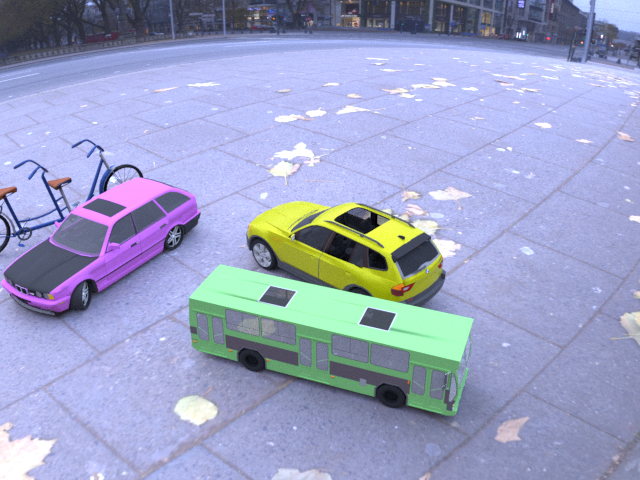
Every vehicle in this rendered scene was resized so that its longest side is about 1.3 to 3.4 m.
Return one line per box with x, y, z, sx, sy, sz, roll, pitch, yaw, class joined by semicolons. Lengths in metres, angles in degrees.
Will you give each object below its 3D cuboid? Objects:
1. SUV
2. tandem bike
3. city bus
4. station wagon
0.291;0.061;9.855;3.058;1.128;1.276;25;39;35;SUV
-4.179;-0.710;10.961;3.192;1.326;0.550;-26;40;-37;tandem bike
0.088;1.157;8.238;3.255;0.894;0.926;11;32;18;city bus
-3.142;-0.057;10.258;1.327;0.920;3.105;17;35;26;station wagon
